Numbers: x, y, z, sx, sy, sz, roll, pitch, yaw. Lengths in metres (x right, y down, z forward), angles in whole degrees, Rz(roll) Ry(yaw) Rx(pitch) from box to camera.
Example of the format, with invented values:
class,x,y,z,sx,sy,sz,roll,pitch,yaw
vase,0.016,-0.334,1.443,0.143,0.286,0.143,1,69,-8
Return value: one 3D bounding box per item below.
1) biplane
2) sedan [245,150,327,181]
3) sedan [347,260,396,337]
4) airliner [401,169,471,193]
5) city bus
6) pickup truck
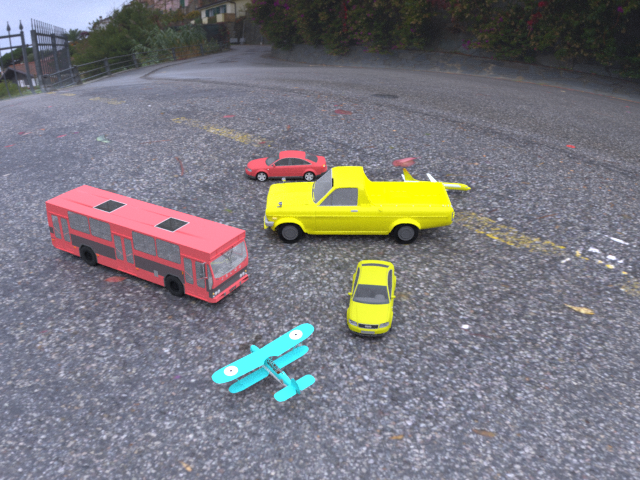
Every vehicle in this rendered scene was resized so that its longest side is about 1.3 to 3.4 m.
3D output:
class,x,y,z,sx,sy,sz,roll,pitch,yaw
biplane,-0.546,1.484,8.019,1.336,0.504,1.090,-18,32,-31
sedan,-0.666,-1.485,13.797,1.613,0.483,0.635,-1,27,-1
sedan,0.714,0.720,9.523,0.635,0.483,1.613,4,28,7
airliner,2.175,-1.108,13.126,1.307,0.429,1.161,4,28,7
city bus,-2.611,0.036,10.401,3.255,0.894,0.926,15,31,27
pickup truck,0.617,-0.637,11.599,3.117,0.993,1.244,0,27,0
